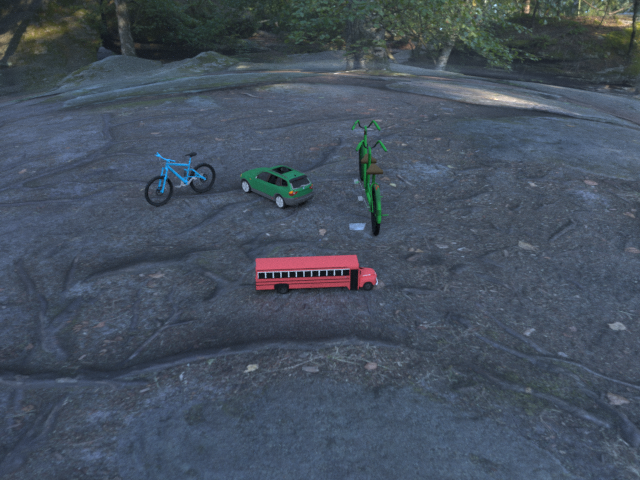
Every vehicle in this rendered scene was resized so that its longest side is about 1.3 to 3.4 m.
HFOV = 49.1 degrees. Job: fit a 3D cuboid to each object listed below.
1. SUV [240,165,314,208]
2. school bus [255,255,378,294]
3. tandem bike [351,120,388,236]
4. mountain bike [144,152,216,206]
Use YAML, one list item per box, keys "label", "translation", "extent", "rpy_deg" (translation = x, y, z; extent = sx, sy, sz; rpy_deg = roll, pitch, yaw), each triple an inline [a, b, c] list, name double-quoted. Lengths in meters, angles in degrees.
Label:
- label: "SUV"
  translation: [-0.795, -1.055, 12.636]
  extent: [0.656, 0.580, 1.572]
  rpy_deg: [-23, 35, -38]
- label: "school bus"
  translation: [-0.048, 0.468, 9.774]
  extent: [1.708, 0.434, 0.365]
  rpy_deg: [-2, 27, -4]
- label: "tandem bike"
  translation: [0.847, -1.208, 12.112]
  extent: [0.550, 1.326, 3.192]
  rpy_deg: [-1, 27, -2]
- label: "mountain bike"
  translation: [-2.487, -1.136, 12.477]
  extent: [1.469, 0.868, 0.573]
  rpy_deg: [-23, 34, -37]
